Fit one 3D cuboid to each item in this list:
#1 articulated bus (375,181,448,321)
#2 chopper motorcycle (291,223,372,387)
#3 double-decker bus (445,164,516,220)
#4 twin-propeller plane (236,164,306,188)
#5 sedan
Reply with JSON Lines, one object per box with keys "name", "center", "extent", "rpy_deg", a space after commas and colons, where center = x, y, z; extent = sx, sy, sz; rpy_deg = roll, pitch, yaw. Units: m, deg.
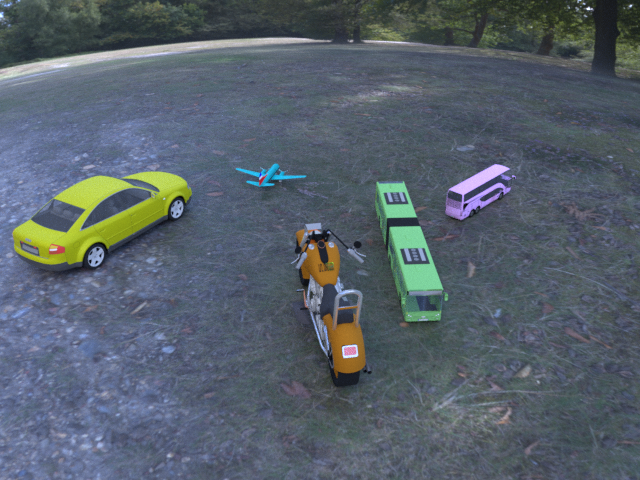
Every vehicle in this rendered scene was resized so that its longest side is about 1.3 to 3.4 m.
{"name": "articulated bus", "center": [1.264, 0.045, 10.498], "extent": [0.605, 0.561, 3.401], "rpy_deg": [-1, 30, -3]}
{"name": "chopper motorcycle", "center": [0.056, 0.499, 8.773], "extent": [0.906, 1.480, 3.040], "rpy_deg": [-5, 30, -9]}
{"name": "double-decker bus", "center": [2.778, -0.852, 12.091], "extent": [0.389, 0.541, 1.672], "rpy_deg": [25, 38, 37]}
{"name": "twin-propeller plane", "center": [-0.940, -1.232, 12.893], "extent": [1.370, 0.407, 1.095], "rpy_deg": [8, 31, 13]}
{"name": "sedan", "center": [-3.332, -0.505, 11.081], "extent": [1.235, 0.940, 3.137], "rpy_deg": [17, 34, 27]}
